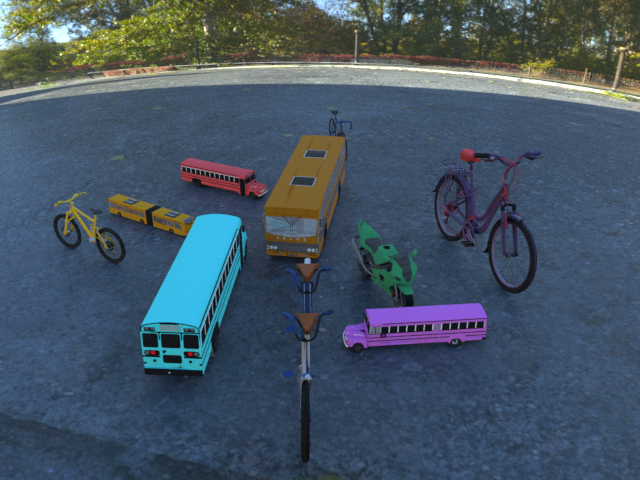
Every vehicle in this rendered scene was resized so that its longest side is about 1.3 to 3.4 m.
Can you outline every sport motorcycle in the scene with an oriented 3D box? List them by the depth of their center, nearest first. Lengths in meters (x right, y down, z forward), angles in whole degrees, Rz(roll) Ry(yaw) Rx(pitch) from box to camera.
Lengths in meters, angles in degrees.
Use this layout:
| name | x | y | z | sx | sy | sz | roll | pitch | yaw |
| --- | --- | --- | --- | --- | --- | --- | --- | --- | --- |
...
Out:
| name | x | y | z | sx | sy | sz | roll | pitch | yaw |
| --- | --- | --- | --- | --- | --- | --- | --- | --- | --- |
| sport motorcycle | 0.865 | 0.354 | 9.388 | 0.506 | 0.821 | 1.520 | -11 | 29 | -20 |

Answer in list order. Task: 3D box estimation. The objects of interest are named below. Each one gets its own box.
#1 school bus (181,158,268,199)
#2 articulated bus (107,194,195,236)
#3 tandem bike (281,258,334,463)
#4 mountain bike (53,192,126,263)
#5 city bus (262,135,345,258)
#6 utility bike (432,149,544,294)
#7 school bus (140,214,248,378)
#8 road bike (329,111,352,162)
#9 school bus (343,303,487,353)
| name | x | y | z | sx | sy | sz | roll | pitch | yaw |
| --- | --- | --- | --- | --- | --- | --- | --- | --- | --- |
| school bus | -1.741 | -1.122 | 12.691 | 1.708 | 0.434 | 0.365 | 13 | 30 | 24 |
| articulated bus | -2.780 | -0.418 | 11.477 | 1.749 | 0.289 | 0.311 | 16 | 31 | 29 |
| tandem bike | -0.143 | 0.948 | 7.678 | 0.550 | 1.326 | 3.192 | 0 | 27 | 0 |
| mountain bike | -3.445 | -0.165 | 10.350 | 1.469 | 0.868 | 0.573 | 15 | 31 | 27 |
| city bus | -0.170 | -0.780 | 11.520 | 0.926 | 0.894 | 3.255 | 4 | 27 | 8 |
| utility bike | 2.395 | -0.539 | 10.016 | 1.039 | 1.839 | 2.791 | -9 | 28 | -17 |
| school bus | -1.504 | 0.511 | 9.058 | 0.709 | 0.844 | 3.322 | 2 | 27 | 3 |
| road bike | 0.362 | -2.168 | 14.272 | 0.358 | 0.852 | 1.545 | -6 | 28 | -11 |
| school bus | 1.135 | 1.050 | 8.457 | 1.708 | 0.434 | 0.365 | -3 | 27 | -5 |
